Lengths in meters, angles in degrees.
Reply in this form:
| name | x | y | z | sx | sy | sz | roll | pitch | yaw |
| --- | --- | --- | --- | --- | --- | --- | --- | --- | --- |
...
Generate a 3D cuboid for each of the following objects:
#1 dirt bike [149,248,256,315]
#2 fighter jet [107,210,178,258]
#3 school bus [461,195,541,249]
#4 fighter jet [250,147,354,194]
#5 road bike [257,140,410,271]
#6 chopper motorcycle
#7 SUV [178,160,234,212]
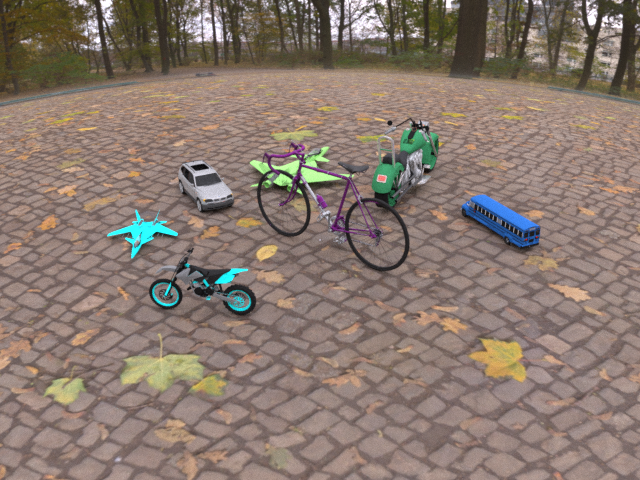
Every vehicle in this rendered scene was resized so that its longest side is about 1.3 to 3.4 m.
| name | x | y | z | sx | sy | sz | roll | pitch | yaw |
| --- | --- | --- | --- | --- | --- | --- | --- | --- | --- |
| dirt bike | -1.597 | 0.602 | 9.400 | 1.493 | 0.857 | 0.527 | 3 | 27 | 7 |
| fighter jet | -2.926 | -0.101 | 11.427 | 1.147 | 0.286 | 1.358 | 0 | 27 | -1 |
| school bus | 2.986 | -0.353 | 11.763 | 0.365 | 0.434 | 1.708 | -12 | 29 | -22 |
| fighter jet | -0.308 | -1.636 | 14.169 | 2.229 | 0.557 | 2.640 | 10 | 29 | 20 |
| road bike | 0.117 | -0.558 | 10.813 | 3.004 | 1.656 | 0.696 | 20 | 33 | 34 |
| chopper motorcycle | 1.693 | -1.630 | 13.134 | 0.906 | 1.480 | 3.040 | 12 | 29 | 23 |
| SUV | -2.136 | -1.030 | 12.942 | 0.656 | 0.580 | 1.572 | -14 | 30 | -26 |
